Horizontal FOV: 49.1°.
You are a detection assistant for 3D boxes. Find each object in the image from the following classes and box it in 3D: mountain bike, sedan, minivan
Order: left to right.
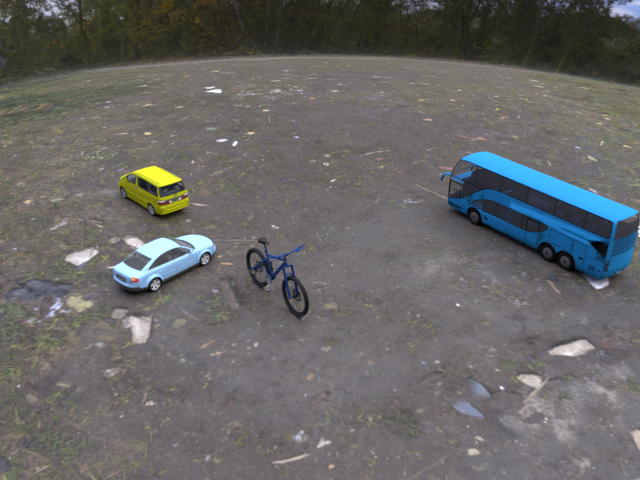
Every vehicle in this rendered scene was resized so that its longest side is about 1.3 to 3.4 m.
[{"bbox_3d":[-2.919,-0.927,12.112,0.681,0.616,1.548,-24,36,-37],"label":"minivan"},{"bbox_3d":[-2.211,0.244,10.080,0.635,0.483,1.613,22,35,35],"label":"sedan"},{"bbox_3d":[-0.596,0.422,9.344,0.573,0.868,1.469,-19,34,-31],"label":"mountain bike"}]

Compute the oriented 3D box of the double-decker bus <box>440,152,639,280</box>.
[{"bbox_3d":[3.272,-0.486,10.834,0.756,1.052,3.251,-19,34,-31],"label":"double-decker bus"}]
